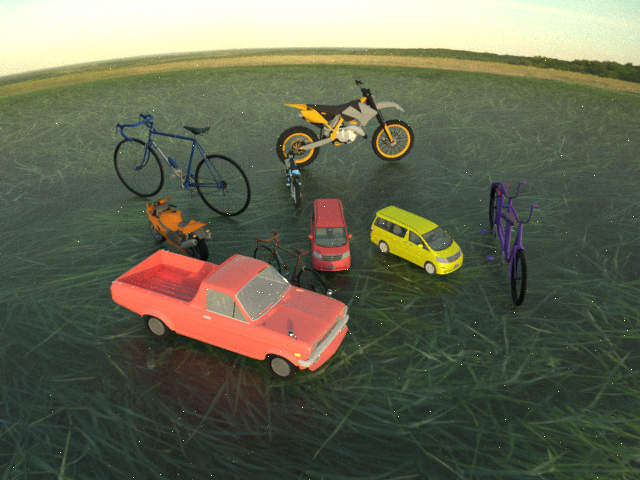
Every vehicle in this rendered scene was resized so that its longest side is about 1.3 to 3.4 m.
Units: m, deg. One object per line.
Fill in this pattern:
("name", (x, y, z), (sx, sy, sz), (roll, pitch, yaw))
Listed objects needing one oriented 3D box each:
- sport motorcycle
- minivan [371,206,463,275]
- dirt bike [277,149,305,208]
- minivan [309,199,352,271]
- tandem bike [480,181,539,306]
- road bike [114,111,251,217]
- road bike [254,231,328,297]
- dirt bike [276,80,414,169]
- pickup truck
("sport motorcycle", (-2.270, -0.165, 11.103), (1.520, 0.821, 0.506), (24, 36, 38))
("minivan", (1.526, -0.006, 11.023), (0.681, 0.616, 1.548), (-24, 36, -38))
("dirt bike", (-0.518, -1.224, 13.064), (0.527, 0.857, 1.493), (-5, 28, -9))
("minivan", (0.151, -0.094, 11.189), (0.681, 0.616, 1.548), (-1, 28, -2))
("tandem bike", (2.884, -0.262, 10.747), (0.550, 1.326, 3.192), (2, 28, 4))
("road bike", (-2.525, -1.354, 12.457), (3.004, 1.656, 0.696), (13, 31, 23))
("road bike", (-0.445, 0.402, 10.001), (1.545, 0.852, 0.358), (25, 37, 38))
("dirt bike", (0.535, -2.312, 14.253), (2.903, 1.666, 1.024), (-5, 28, -9))
("pickup truck", (-1.204, 0.783, 9.131), (3.117, 0.993, 1.244), (13, 31, 24))
